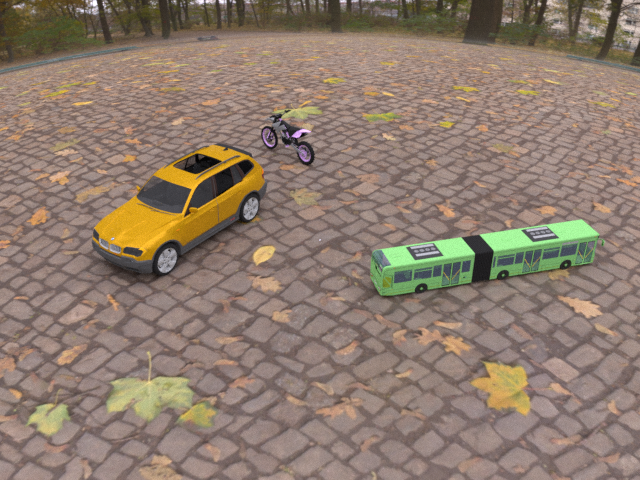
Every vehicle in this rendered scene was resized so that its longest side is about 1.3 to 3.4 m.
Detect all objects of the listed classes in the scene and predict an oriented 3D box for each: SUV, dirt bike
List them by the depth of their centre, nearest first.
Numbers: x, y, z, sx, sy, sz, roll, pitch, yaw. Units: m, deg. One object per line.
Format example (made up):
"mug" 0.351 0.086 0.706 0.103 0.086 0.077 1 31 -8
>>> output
"SUV" -2.121 -0.583 10.913 1.276 1.128 3.058 20 37 29
"dirt bike" -0.646 -2.004 13.489 1.493 0.857 0.527 28 41 37

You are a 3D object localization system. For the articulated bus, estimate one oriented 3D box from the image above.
"articulated bus" 2.416 0.244 10.109 3.401 0.561 0.605 -8 32 -13
